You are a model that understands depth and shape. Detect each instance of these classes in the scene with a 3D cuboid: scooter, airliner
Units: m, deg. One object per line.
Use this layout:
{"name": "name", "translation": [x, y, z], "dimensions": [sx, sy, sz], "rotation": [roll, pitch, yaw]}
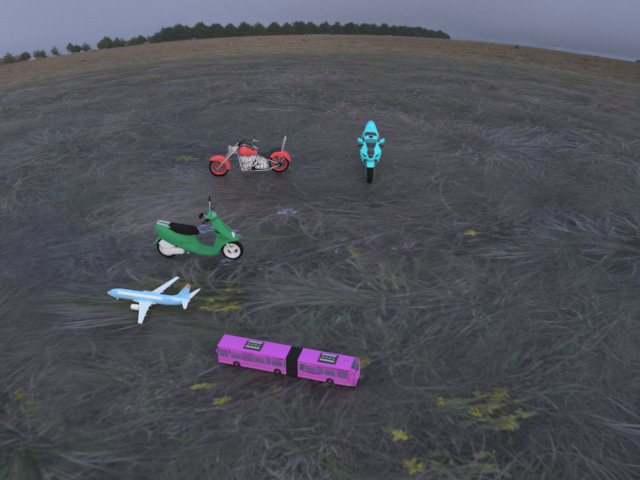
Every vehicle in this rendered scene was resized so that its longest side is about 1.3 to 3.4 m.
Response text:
{"name": "scooter", "translation": [-1.860, -0.125, 10.570], "dimensions": [1.399, 0.919, 0.662], "rotation": [2, 29, 4]}
{"name": "airliner", "translation": [-2.339, 0.707, 9.582], "dimensions": [1.307, 0.429, 1.161], "rotation": [7, 30, 13]}

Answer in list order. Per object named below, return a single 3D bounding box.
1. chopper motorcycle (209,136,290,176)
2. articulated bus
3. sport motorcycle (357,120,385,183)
{"name": "chopper motorcycle", "translation": [-1.349, -1.608, 13.388], "dimensions": [1.563, 0.761, 0.466], "rotation": [-3, 29, -5]}
{"name": "articulated bus", "translation": [-0.396, 1.441, 8.413], "dimensions": [1.749, 0.289, 0.311], "rotation": [8, 30, 14]}
{"name": "sport motorcycle", "translation": [0.973, -1.718, 13.523], "dimensions": [0.506, 0.821, 1.520], "rotation": [2, 29, 3]}
